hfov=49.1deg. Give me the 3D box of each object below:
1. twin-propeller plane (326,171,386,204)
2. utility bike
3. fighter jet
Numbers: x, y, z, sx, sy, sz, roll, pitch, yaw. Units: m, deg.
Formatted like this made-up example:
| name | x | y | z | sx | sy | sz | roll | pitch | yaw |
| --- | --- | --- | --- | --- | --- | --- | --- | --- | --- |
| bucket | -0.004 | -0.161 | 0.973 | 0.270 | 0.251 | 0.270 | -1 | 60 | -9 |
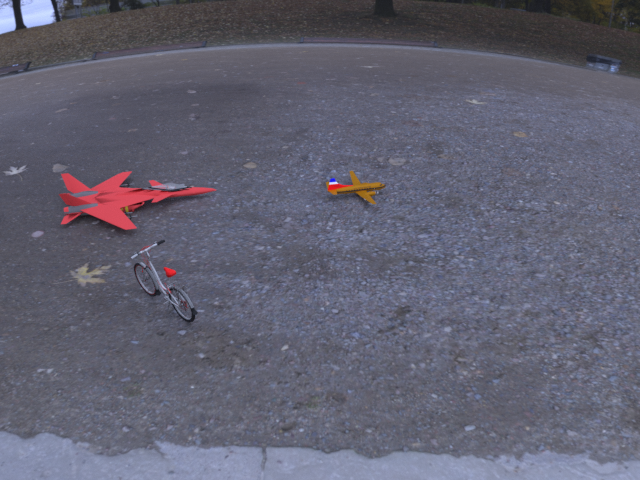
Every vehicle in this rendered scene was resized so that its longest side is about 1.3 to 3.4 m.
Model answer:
| name | x | y | z | sx | sy | sz | roll | pitch | yaw |
| --- | --- | --- | --- | --- | --- | --- | --- | --- | --- |
| twin-propeller plane | 0.663 | -0.964 | 12.464 | 1.095 | 0.407 | 1.370 | -8 | 32 | -13 |
| utility bike | -2.150 | 0.559 | 9.376 | 1.435 | 0.946 | 0.535 | 27 | 40 | 37 |
| fighter jet | -3.129 | -0.871 | 12.161 | 2.640 | 0.557 | 2.229 | -8 | 32 | -13 |
